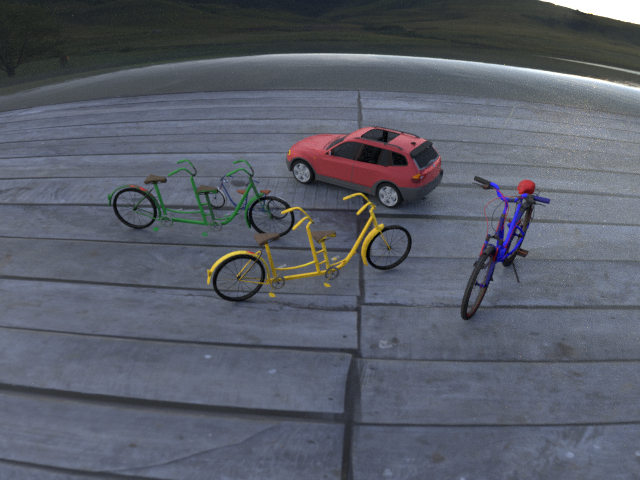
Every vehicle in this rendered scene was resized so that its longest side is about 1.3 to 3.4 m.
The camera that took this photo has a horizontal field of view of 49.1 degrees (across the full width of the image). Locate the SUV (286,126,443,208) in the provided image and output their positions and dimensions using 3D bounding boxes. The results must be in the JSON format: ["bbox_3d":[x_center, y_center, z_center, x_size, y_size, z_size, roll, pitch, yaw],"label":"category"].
[{"bbox_3d":[0.806,-1.548,13.232,3.058,1.128,1.276,18,34,28],"label":"SUV"}]

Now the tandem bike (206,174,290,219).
[{"bbox_3d":[-1.293,-0.765,12.307,1.642,0.682,0.283,10,31,17],"label":"tandem bike"}]

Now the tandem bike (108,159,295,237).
[{"bbox_3d":[-1.993,-0.692,11.529,3.192,1.326,0.550,4,30,7],"label":"tandem bike"}]

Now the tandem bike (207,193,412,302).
[{"bbox_3d":[-0.083,0.099,10.137,3.192,1.326,0.550,-11,31,-18],"label":"tandem bike"}]

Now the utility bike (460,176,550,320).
[{"bbox_3d":[2.706,-0.074,9.922,1.039,1.839,2.791,17,34,27],"label":"utility bike"}]
